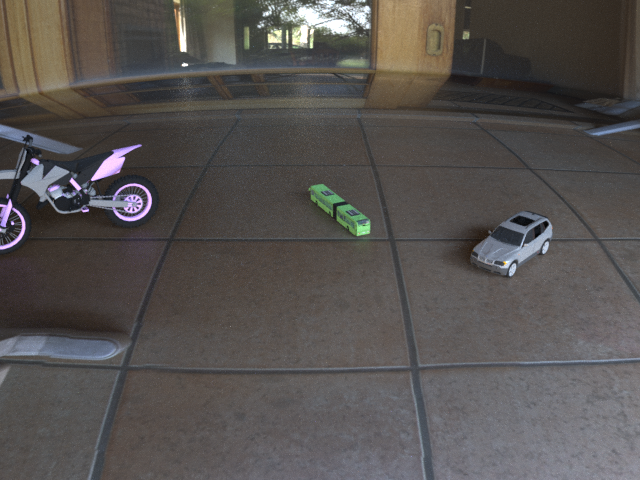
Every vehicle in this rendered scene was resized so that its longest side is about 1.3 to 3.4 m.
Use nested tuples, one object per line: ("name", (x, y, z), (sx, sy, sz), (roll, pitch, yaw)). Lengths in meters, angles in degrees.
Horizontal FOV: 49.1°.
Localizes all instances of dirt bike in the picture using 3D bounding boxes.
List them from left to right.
("dirt bike", (-3.916, -0.739, 10.712), (2.903, 1.666, 1.024), (-14, 30, -26))

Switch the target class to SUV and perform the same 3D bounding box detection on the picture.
("SUV", (2.872, 0.020, 10.403), (0.656, 0.580, 1.572), (23, 34, 38))

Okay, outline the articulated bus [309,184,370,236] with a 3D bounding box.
("articulated bus", (0.314, -0.527, 11.837), (0.311, 0.289, 1.749), (-12, 29, -23))
